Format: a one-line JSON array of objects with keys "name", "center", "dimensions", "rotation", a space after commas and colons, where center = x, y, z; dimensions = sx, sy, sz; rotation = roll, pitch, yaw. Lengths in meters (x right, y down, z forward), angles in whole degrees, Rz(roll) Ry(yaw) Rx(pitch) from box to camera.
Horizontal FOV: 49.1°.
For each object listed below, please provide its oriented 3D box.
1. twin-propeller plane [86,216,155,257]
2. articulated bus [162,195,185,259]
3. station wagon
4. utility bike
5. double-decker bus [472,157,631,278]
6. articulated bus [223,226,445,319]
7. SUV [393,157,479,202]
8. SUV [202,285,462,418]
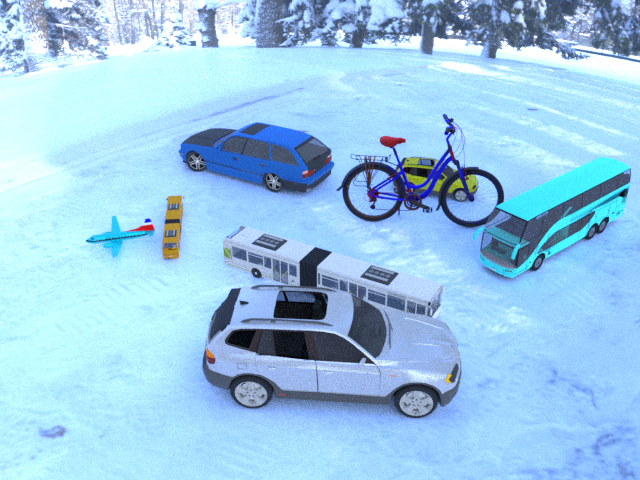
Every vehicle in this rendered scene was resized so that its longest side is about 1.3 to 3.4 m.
[{"name": "twin-propeller plane", "center": [-3.220, -0.112, 11.284], "dimensions": [1.095, 0.407, 1.370], "rotation": [-8, 31, -13]}, {"name": "articulated bus", "center": [-2.435, -0.244, 11.627], "dimensions": [0.311, 0.289, 1.749], "rotation": [-4, 31, -6]}, {"name": "station wagon", "center": [-1.296, -1.744, 13.566], "dimensions": [3.105, 0.920, 1.327], "rotation": [16, 34, 25]}, {"name": "utility bike", "center": [1.672, -1.142, 11.627], "dimensions": [2.791, 1.839, 1.039], "rotation": [4, 31, 7]}, {"name": "double-decker bus", "center": [3.763, -0.388, 11.117], "dimensions": [3.251, 1.052, 0.756], "rotation": [-23, 37, -33]}, {"name": "articulated bus", "center": [0.114, 0.502, 10.083], "dimensions": [3.401, 0.561, 0.605], "rotation": [16, 34, 25]}, {"name": "SUV", "center": [2.130, -1.158, 12.900], "dimensions": [1.572, 0.580, 0.656], "rotation": [8, 31, 14]}, {"name": "SUV", "center": [0.143, 1.222, 8.291], "dimensions": [3.058, 1.128, 1.276], "rotation": [2, 30, 4]}]
